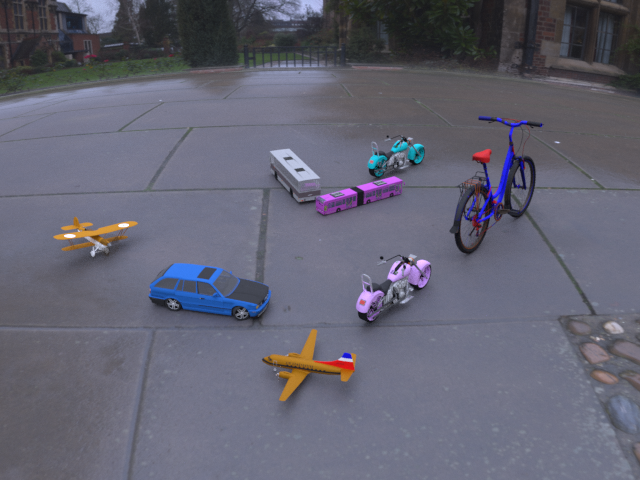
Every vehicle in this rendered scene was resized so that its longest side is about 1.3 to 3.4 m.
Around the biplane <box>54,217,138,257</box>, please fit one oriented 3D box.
[{"bbox_3d":[-3.459,-0.072,10.669,1.090,0.504,1.336,23,35,38],"label":"biplane"}]

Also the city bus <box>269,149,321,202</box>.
[{"bbox_3d":[-0.479,-1.188,12.915,0.476,0.460,1.674,-10,29,-19],"label":"city bus"}]

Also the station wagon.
[{"bbox_3d":[-1.450,0.644,9.292,1.597,0.473,0.682,7,28,13],"label":"station wagon"}]

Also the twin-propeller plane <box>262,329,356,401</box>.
[{"bbox_3d":[-0.141,1.377,7.922,1.095,0.407,1.370,7,28,13],"label":"twin-propeller plane"}]

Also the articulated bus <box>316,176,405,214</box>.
[{"bbox_3d":[0.720,-0.789,12.318,1.749,0.289,0.311,-17,31,-30],"label":"articulated bus"}]

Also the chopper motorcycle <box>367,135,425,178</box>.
[{"bbox_3d":[1.509,-1.694,13.580,1.563,0.761,0.466,-23,35,-38],"label":"chopper motorcycle"}]

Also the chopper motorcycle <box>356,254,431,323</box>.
[{"bbox_3d":[1.011,0.523,9.213,0.466,0.761,1.563,21,34,35],"label":"chopper motorcycle"}]

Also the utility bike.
[{"bbox_3d":[2.709,-0.960,10.943,1.039,1.839,2.791,20,33,34],"label":"utility bike"}]
